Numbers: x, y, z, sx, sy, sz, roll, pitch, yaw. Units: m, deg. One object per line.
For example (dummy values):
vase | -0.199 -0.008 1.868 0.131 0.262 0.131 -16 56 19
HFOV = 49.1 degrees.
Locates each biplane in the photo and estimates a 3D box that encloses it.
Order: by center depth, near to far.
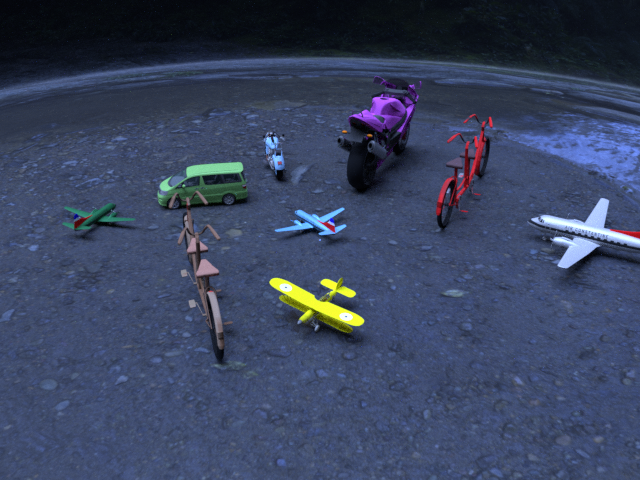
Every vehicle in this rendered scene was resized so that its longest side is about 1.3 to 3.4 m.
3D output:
biplane | 0.032 0.826 8.921 1.336 0.504 1.090 16 32 27

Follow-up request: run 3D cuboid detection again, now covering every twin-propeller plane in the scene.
twin-propeller plane | 4.175 -0.157 10.475 2.129 0.792 2.663 16 32 28
twin-propeller plane | -0.091 -0.325 11.205 1.370 0.407 1.095 -20 34 -32
twin-propeller plane | -3.655 -0.423 11.390 1.370 0.407 1.095 10 29 18

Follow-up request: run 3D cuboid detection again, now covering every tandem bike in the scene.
tandem bike | -1.567 0.280 9.076 0.550 1.326 3.192 -8 29 -15
tandem bike | 2.524 -1.290 12.049 0.550 1.326 3.192 13 30 23

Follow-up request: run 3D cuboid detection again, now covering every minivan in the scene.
minivan | -2.053 -0.967 12.198 1.548 0.616 0.681 -5 28 -9

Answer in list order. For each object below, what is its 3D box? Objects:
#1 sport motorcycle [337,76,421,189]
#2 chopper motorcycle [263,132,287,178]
sport motorcycle | 1.176 -2.082 13.259 0.983 1.596 2.955 12 30 22
chopper motorcycle | -0.903 -1.755 13.534 0.466 0.761 1.563 -6 28 -11
